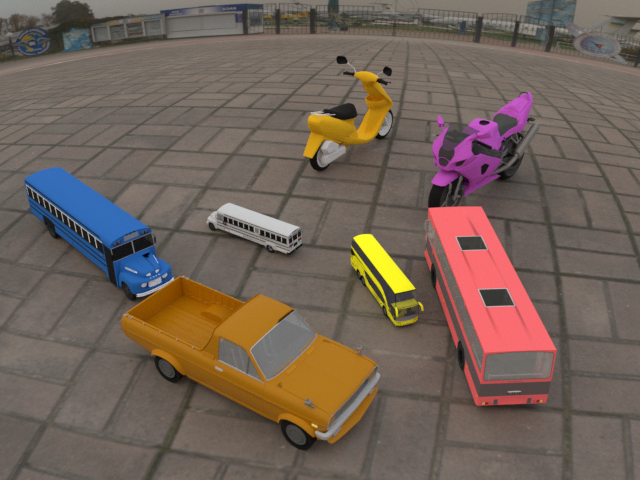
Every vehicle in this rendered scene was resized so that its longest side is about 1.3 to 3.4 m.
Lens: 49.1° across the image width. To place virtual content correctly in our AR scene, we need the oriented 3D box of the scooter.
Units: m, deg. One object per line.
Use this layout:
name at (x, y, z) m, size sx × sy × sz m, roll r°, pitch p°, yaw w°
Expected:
scooter at (0.630, -2.465, 13.406) m, size 1.288 × 1.786 × 2.721 m, roll 23°, pitch 38°, yaw 33°

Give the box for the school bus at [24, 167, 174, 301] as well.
school bus at (-3.376, -0.163, 10.551) m, size 0.709 × 0.844 × 3.322 m, roll -26°, pitch 40°, yaw -36°

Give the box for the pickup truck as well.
pickup truck at (-0.864, 1.227, 8.140) m, size 3.117 × 0.993 × 1.244 m, roll 19°, pitch 36°, yaw 28°

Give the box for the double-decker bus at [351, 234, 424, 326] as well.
double-decker bus at (0.881, 0.544, 9.687) m, size 0.389 × 0.541 × 1.672 m, roll -11°, pitch 33°, yaw -17°

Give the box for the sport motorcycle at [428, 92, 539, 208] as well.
sport motorcycle at (2.771, -1.472, 11.967) m, size 0.983 × 1.596 × 2.955 m, roll 25°, pitch 39°, yaw 35°

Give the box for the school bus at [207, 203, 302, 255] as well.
school bus at (-1.071, -0.204, 11.009) m, size 1.708 × 0.434 × 0.365 m, roll 19°, pitch 36°, yaw 28°

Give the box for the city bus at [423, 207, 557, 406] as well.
city bus at (2.052, 0.733, 9.040) m, size 0.926 × 0.894 × 3.255 m, roll -2°, pitch 32°, yaw -3°
